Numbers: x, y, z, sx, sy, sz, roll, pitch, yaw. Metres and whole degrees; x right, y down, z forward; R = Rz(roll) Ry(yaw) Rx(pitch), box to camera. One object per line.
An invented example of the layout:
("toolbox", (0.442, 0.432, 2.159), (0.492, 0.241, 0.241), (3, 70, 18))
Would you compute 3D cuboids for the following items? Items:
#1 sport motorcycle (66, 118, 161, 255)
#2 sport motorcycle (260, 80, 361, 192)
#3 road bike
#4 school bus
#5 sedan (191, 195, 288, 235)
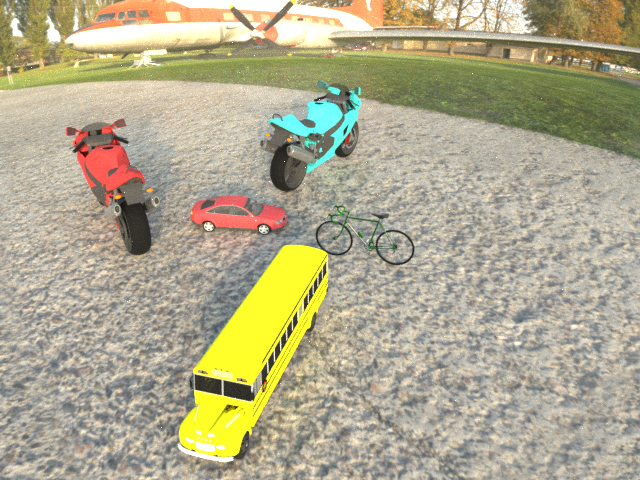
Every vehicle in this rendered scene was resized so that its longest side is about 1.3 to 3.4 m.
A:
("sport motorcycle", (-3.327, -0.914, 11.318), (0.983, 1.596, 2.955), (-15, 32, -25))
("sport motorcycle", (-0.047, -2.021, 13.377), (0.983, 1.596, 2.955), (17, 33, 28))
("road bike", (0.668, -0.068, 10.532), (1.545, 0.852, 0.358), (9, 30, 16))
("school bus", (-0.677, 1.179, 8.221), (0.709, 0.844, 3.322), (8, 29, 15))
("sedan", (-1.345, -0.454, 11.638), (1.613, 0.483, 0.635), (3, 28, 6))
